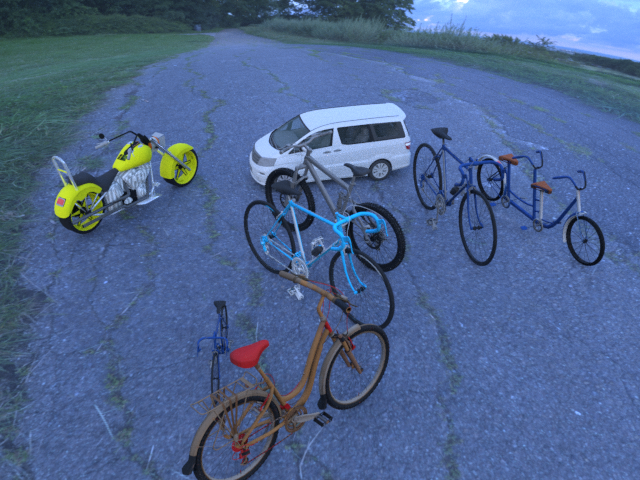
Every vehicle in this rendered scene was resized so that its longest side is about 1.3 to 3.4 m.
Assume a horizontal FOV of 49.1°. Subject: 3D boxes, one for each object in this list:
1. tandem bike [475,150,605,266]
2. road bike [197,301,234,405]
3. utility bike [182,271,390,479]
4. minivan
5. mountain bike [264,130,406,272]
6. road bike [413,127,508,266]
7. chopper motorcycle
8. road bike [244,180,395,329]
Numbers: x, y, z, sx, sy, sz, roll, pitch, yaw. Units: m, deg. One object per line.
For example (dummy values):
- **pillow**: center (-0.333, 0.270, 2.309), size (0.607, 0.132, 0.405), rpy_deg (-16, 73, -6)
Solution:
- **tandem bike**: center (3.482, -0.776, 11.322), size (0.550, 1.326, 3.192), rpy_deg (-13, 33, -21)
- **road bike**: center (-1.206, 1.239, 8.377), size (0.358, 0.852, 1.545), rpy_deg (0, 31, -1)
- **utility bike**: center (-0.314, 1.344, 7.227), size (2.791, 1.839, 1.039), rpy_deg (-24, 38, -35)
- **minivan**: center (0.171, -1.795, 13.174), size (3.011, 1.197, 1.324), rpy_deg (-8, 31, -13)
- **mountain bike**: center (0.160, -0.602, 10.671), size (2.857, 1.688, 1.114), rpy_deg (25, 39, 36)
- **road bike**: center (2.093, -0.846, 11.115), size (0.697, 1.656, 3.004), rpy_deg (-8, 32, -14)
- **chopper motorcycle**: center (-3.210, -1.196, 11.880), size (0.906, 1.480, 3.040), rpy_deg (19, 35, 29)
- **road bike**: center (-0.111, 0.094, 9.524), size (0.697, 1.656, 3.004), rpy_deg (-26, 39, -36)
